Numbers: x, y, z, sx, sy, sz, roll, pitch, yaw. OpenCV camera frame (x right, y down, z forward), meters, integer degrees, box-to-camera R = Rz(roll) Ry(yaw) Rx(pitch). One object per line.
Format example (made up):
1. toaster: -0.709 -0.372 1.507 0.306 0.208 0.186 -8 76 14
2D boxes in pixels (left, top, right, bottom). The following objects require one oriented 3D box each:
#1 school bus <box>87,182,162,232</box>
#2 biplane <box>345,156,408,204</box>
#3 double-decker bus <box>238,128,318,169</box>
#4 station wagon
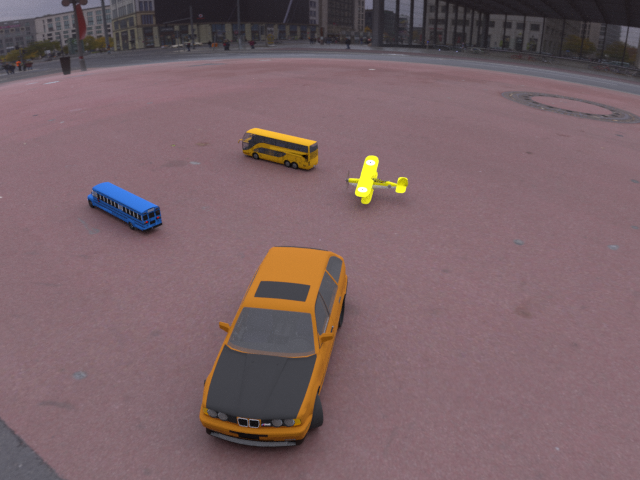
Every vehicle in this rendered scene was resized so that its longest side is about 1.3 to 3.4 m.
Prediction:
1. school bus: -3.230 -0.569 11.401 1.708 0.434 0.365 23 36 36
2. biplane: 0.968 -0.964 12.061 1.090 0.504 1.336 6 29 11
3. double-decker bus: -0.805 -1.772 13.526 1.672 0.541 0.389 17 32 28
4. station wagon: -0.431 0.995 7.981 1.327 0.920 3.105 5 29 8
